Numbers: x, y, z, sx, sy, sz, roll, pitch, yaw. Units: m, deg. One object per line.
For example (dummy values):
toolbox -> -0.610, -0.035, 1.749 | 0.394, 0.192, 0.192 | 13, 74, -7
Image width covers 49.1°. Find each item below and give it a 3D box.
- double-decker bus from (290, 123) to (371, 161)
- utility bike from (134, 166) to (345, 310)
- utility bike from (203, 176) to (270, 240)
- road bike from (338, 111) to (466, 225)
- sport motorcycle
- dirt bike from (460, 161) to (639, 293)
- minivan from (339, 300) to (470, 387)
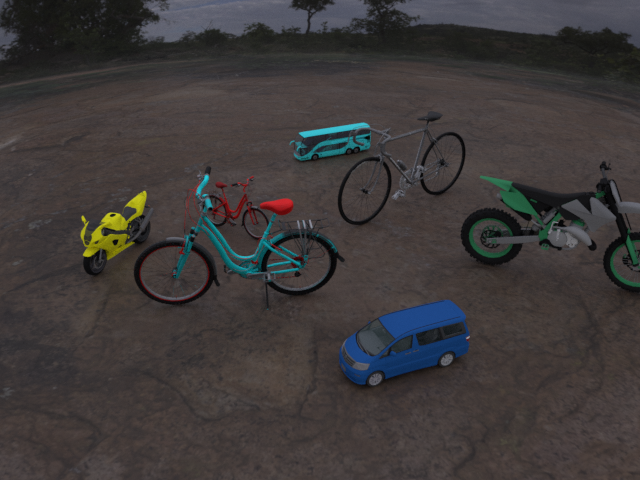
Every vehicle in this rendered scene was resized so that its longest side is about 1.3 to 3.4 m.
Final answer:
double-decker bus -> 0.230, -1.981, 14.152 | 1.672, 0.541, 0.389 | -12, 31, -21
utility bike -> -1.028, 0.077, 9.021 | 2.791, 1.839, 1.039 | -4, 29, -8
utility bike -> -1.345, -0.577, 11.153 | 1.435, 0.946, 0.535 | 18, 33, 29
road bike -> 1.450, -1.280, 11.702 | 3.004, 1.656, 0.697 | -21, 35, -34
sport motorcycle -> -3.023, -0.112, 10.430 | 0.506, 0.821, 1.520 | 12, 31, 21
dirt bike -> 3.433, -0.201, 9.711 | 2.903, 1.666, 1.024 | 11, 31, 20
minivan -> 0.988, 1.191, 8.255 | 1.548, 0.616, 0.681 | -11, 30, -19
